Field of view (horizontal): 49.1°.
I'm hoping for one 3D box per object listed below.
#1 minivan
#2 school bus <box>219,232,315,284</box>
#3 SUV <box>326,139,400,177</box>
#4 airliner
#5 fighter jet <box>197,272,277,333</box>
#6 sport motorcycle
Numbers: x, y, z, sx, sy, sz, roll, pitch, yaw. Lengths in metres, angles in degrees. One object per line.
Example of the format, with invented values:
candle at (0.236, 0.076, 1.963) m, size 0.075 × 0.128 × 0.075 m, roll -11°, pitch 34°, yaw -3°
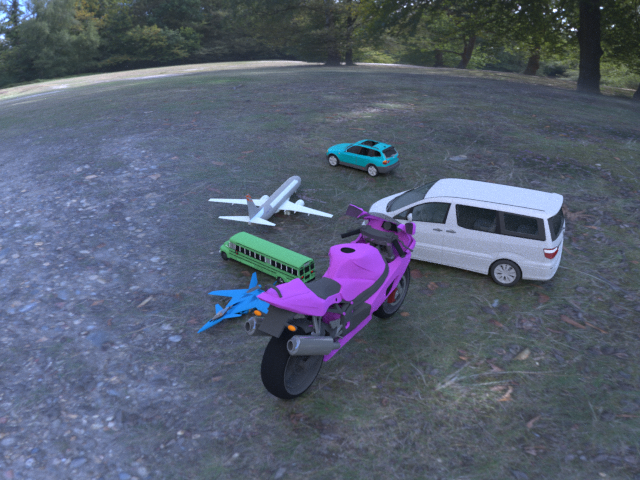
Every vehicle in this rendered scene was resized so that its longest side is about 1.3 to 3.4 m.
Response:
minivan at (2.109, -0.251, 10.579) m, size 3.011 × 1.197 × 1.324 m, roll 12°, pitch 29°, yaw 22°
school bus at (-0.827, 0.260, 10.411) m, size 1.708 × 0.434 × 0.365 m, roll 21°, pitch 33°, yaw 35°
SUV at (0.858, -1.745, 14.240) m, size 1.572 × 0.580 × 0.656 m, roll 19°, pitch 32°, yaw 33°
airliner at (-0.779, -0.839, 12.153) m, size 2.257 × 0.835 × 2.541 m, roll 8°, pitch 28°, yaw 16°
fighter jet at (-1.148, 0.867, 9.369) m, size 1.147 × 0.286 × 1.358 m, roll 19°, pitch 32°, yaw 33°
sport motorcycle at (0.286, 0.667, 8.308) m, size 0.983 × 1.596 × 2.955 m, roll 19°, pitch 32°, yaw 32°
